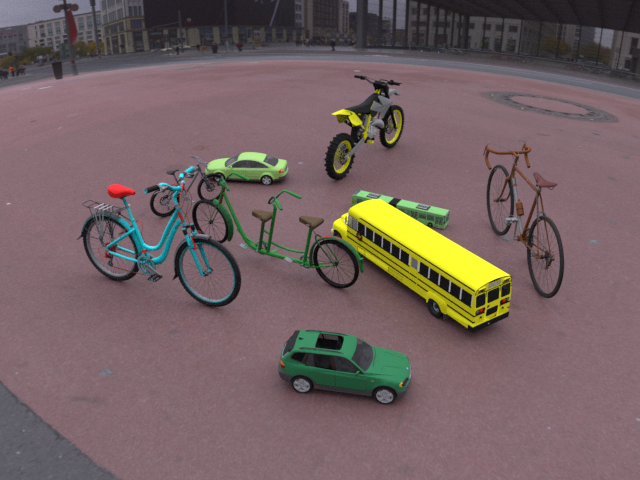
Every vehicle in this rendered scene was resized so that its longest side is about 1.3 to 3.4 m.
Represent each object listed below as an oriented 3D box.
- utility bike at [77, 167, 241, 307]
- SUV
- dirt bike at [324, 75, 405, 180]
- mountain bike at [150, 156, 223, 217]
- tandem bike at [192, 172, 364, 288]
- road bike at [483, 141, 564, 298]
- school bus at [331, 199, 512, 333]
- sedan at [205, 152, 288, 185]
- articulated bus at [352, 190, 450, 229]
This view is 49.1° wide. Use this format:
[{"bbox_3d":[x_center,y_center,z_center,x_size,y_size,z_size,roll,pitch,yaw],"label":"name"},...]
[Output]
[{"bbox_3d":[-2.279,-0.127,9.769,2.791,1.839,1.039,13,31,22],"label":"utility bike"},{"bbox_3d":[0.295,1.440,8.228,1.572,0.580,0.656,5,29,10],"label":"SUV"},{"bbox_3d":[0.948,-2.334,13.956,1.024,1.666,2.903,18,34,30],"label":"dirt bike"},{"bbox_3d":[-2.305,-0.929,12.233,1.469,0.868,0.573,-20,35,-32],"label":"mountain bike"},{"bbox_3d":[-0.730,-0.197,10.428,3.192,1.326,0.550,18,33,29],"label":"tandem bike"},{"bbox_3d":[3.039,-0.422,10.496,0.696,1.656,3.004,-3,29,-6],"label":"road bike"},{"bbox_3d":[1.310,0.210,10.188,0.709,0.844,3.322,-18,33,-29],"label":"school bus"},{"bbox_3d":[-1.423,-1.420,13.523,1.613,0.483,0.635,3,29,6],"label":"sedan"},{"bbox_3d":[1.386,-0.536,12.118,1.749,0.289,0.311,15,32,25],"label":"articulated bus"}]
